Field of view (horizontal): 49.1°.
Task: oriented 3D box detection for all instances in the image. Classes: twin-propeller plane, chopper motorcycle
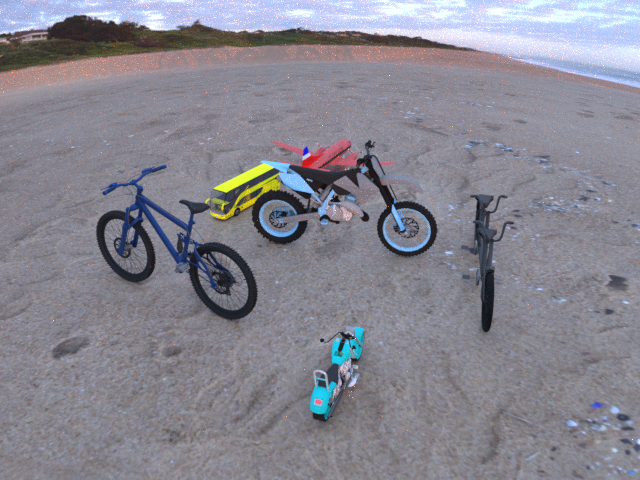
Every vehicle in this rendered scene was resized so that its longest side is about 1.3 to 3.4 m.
[{"bbox_3d":[0.142,-1.712,13.685,2.663,0.792,2.129,13,30,24],"label":"twin-propeller plane"},{"bbox_3d":[0.232,1.354,7.860,0.466,0.761,1.563,9,29,17],"label":"chopper motorcycle"}]

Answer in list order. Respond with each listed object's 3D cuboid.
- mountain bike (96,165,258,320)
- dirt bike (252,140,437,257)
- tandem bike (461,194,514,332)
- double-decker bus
[{"bbox_3d":[-2.007,0.047,9.358,2.857,1.688,1.114,17,32,28],"label":"mountain bike"},{"bbox_3d":[0.344,-0.595,10.607,2.903,1.666,1.024,6,28,11],"label":"dirt bike"},{"bbox_3d":[2.325,-0.002,9.842,0.550,1.326,3.192,4,28,8],"label":"tandem bike"},{"bbox_3d":[-1.317,-0.867,12.340,0.389,0.541,1.672,17,32,30],"label":"double-decker bus"}]
